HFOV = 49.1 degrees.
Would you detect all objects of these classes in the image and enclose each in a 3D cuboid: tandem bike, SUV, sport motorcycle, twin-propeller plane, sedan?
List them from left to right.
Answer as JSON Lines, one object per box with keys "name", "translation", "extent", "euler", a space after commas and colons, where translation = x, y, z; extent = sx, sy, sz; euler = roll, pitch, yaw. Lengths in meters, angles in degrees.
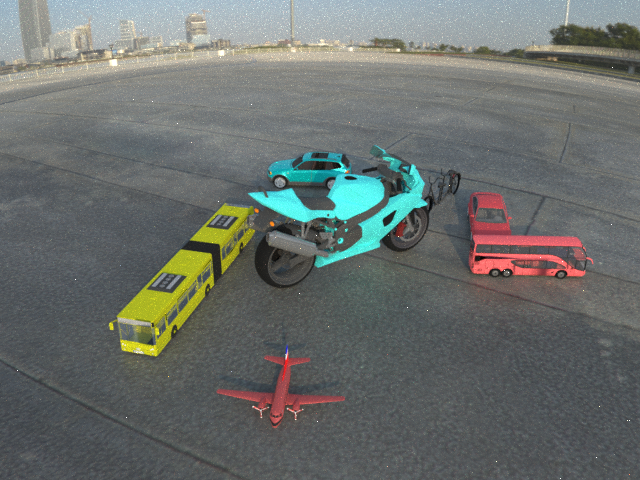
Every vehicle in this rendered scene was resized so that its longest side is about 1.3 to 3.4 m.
{"name": "twin-propeller plane", "translation": [-0.410, 1.568, 7.492], "extent": [1.370, 0.407, 1.095], "euler": [2, 27, 5]}
{"name": "SUV", "translation": [-0.185, -1.301, 12.843], "extent": [1.572, 0.580, 0.656], "euler": [3, 28, 6]}
{"name": "sport motorcycle", "translation": [0.367, -0.309, 9.823], "extent": [2.955, 1.596, 0.983], "euler": [-15, 31, -27]}
{"name": "tandem bike", "translation": [2.085, -0.893, 11.945], "extent": [0.283, 0.682, 1.642], "euler": [16, 32, 29]}
{"name": "sedan", "translation": [2.698, -0.377, 11.165], "extent": [0.635, 0.483, 1.613], "euler": [4, 28, 7]}

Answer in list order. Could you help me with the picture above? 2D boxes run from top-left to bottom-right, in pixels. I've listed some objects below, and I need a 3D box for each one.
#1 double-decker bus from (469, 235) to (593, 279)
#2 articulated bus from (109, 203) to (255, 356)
{"name": "double-decker bus", "translation": [2.972, 0.228, 9.934], "extent": [1.672, 0.541, 0.389], "euler": [1, 27, 3]}
{"name": "articulated bus", "translation": [-1.704, 0.402, 9.576], "extent": [0.605, 0.561, 3.401], "euler": [7, 28, 14]}
